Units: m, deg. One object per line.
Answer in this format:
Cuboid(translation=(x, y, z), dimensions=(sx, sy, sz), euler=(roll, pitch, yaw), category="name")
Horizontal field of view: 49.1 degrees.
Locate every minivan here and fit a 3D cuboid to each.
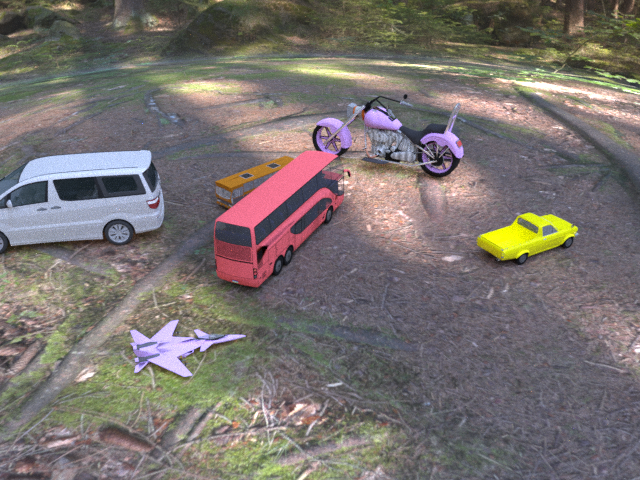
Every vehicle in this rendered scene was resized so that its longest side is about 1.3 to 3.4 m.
Cuboid(translation=(-3.969, -0.633, 10.772), dimensions=(3.011, 1.197, 1.324), euler=(-5, 28, -9), category="minivan")

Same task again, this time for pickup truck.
Cuboid(translation=(3.117, -0.080, 10.465), dimensions=(1.603, 0.511, 0.640), euler=(-16, 32, -27), category="pickup truck")

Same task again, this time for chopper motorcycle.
Cuboid(translation=(1.227, -2.047, 13.119), dimensions=(3.040, 1.480, 0.906), euler=(15, 31, 26), category="chopper motorcycle")

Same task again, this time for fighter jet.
Cuboid(translation=(-1.551, 1.191, 8.323), dimensions=(1.358, 0.286, 1.147), euler=(-9, 29, -16), category="fighter jet")

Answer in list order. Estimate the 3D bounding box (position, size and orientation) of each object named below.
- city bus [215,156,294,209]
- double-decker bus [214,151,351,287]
Cuboid(translation=(-1.045, -0.998, 12.238), dimensions=(0.476, 0.460, 1.674), euler=(24, 36, 37), category="city bus")
Cuboid(translation=(-0.487, -0.445, 10.574), dimensions=(0.756, 1.052, 3.251), euler=(12, 30, 21), category="double-decker bus")
